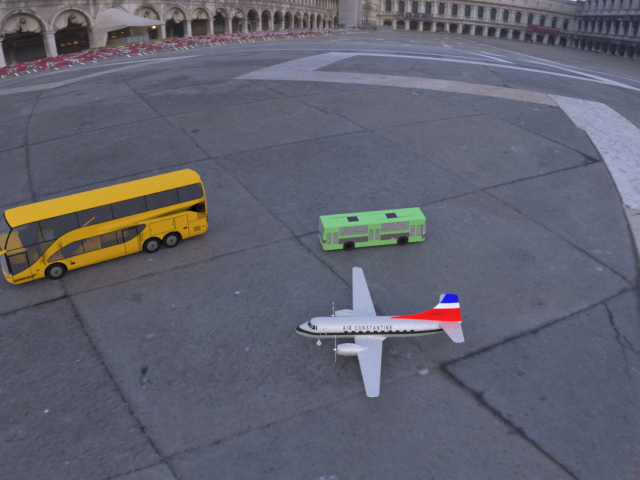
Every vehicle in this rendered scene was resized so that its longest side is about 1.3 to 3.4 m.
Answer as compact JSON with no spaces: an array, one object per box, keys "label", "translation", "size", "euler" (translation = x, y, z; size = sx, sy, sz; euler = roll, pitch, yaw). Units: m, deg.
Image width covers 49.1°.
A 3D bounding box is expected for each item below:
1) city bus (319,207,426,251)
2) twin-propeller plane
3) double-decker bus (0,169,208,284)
[{"label":"city bus","translation":[0.836,-0.164,11.244],"size":[1.674,0.460,0.476],"euler":[-5,31,-9]},{"label":"twin-propeller plane","translation":[0.749,1.020,8.916],"size":[2.129,0.792,2.663],"euler":[-1,31,-1]},{"label":"double-decker bus","translation":[-3.335,-0.223,10.763],"size":[3.251,1.052,0.756],"euler":[-17,34,-26]}]
